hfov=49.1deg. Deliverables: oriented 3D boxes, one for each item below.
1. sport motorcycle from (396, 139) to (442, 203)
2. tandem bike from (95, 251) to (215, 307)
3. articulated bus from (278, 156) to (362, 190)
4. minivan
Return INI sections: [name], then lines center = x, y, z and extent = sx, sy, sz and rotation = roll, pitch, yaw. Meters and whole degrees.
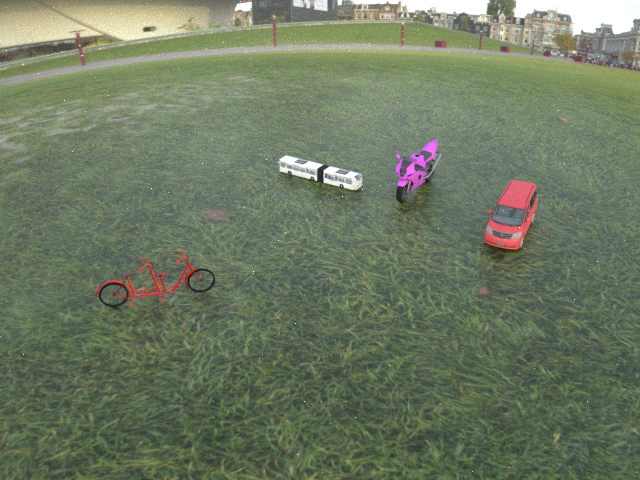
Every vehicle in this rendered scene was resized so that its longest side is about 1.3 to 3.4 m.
[sport motorcycle]
center = 1.781, -1.275, 12.837
extent = 0.506, 0.821, 1.520
rotation = 17, 34, 28
[tandem bike]
center = -2.285, 0.546, 9.736
extent = 1.642, 0.682, 0.283
rotation = -9, 30, -15
[articulated bus]
center = -0.012, -1.291, 13.409
extent = 1.749, 0.289, 0.311
rotation = 17, 33, 27
[minivan]
center = 3.167, -0.423, 11.529
extent = 0.681, 0.616, 1.548
rotation = 13, 32, 22
